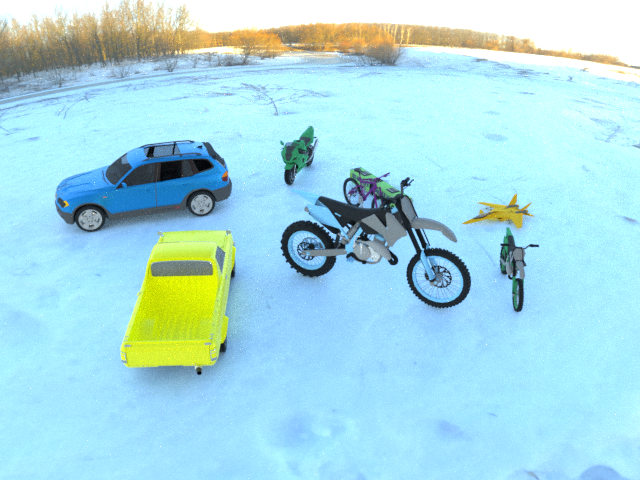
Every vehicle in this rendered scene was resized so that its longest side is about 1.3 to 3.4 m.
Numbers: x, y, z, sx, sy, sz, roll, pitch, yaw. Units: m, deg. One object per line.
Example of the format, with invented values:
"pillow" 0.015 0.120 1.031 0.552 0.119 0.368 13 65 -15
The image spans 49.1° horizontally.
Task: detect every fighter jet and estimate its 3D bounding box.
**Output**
"fighter jet" 3.041 -0.487 12.238 1.358 0.286 1.147 -13 30 -23

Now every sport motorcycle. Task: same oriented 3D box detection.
"sport motorcycle" -0.411 -1.695 13.954 0.506 0.821 1.520 9 29 16

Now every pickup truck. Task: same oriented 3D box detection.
"pickup truck" -1.809 0.621 9.381 1.244 0.993 3.117 -1 28 -2

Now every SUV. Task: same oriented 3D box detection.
"SUV" -3.104 -1.035 12.375 3.058 1.128 1.276 -9 29 -17

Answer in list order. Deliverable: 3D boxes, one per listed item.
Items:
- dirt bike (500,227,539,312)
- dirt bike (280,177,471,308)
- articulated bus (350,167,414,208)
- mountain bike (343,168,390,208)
"dirt bike" 2.775 0.355 10.030 0.527 0.857 1.493 2 28 3
"dirt bike" 0.734 -0.004 9.843 2.903 1.666 1.024 13 30 23
"articulated bus" 1.118 -0.953 13.119 0.311 0.289 1.749 -15 31 -26
"mountain bike" 0.815 -0.805 12.218 0.573 0.868 1.469 -16 32 -27
